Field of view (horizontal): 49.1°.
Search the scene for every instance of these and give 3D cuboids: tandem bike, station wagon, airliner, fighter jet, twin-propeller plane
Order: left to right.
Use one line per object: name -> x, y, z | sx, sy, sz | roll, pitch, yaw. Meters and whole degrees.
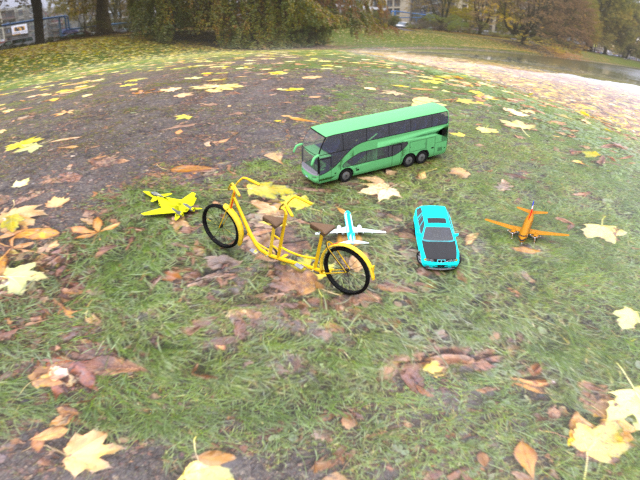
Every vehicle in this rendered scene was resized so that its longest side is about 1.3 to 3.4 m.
fighter jet -> -2.777, -0.754, 12.546 | 1.358, 0.286, 1.147 | 24, 38, 35
tandem bike -> -0.570, -0.114, 10.397 | 3.192, 1.326, 0.550 | 18, 35, 29
airliner -> 0.497, -0.273, 11.569 | 1.161, 0.429, 1.307 | -1, 30, -2
station wagon -> 1.856, -0.092, 11.211 | 0.682, 0.473, 1.597 | 1, 30, 2
twin-propeller plane -> 3.441, -0.283, 11.610 | 1.370, 0.407, 1.095 | 12, 32, 20

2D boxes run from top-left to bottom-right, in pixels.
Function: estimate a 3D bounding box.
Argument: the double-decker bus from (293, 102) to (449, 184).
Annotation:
double-decker bus -> 1.078, -1.913, 13.790 | 3.251, 1.052, 0.756 | -16, 33, -25
